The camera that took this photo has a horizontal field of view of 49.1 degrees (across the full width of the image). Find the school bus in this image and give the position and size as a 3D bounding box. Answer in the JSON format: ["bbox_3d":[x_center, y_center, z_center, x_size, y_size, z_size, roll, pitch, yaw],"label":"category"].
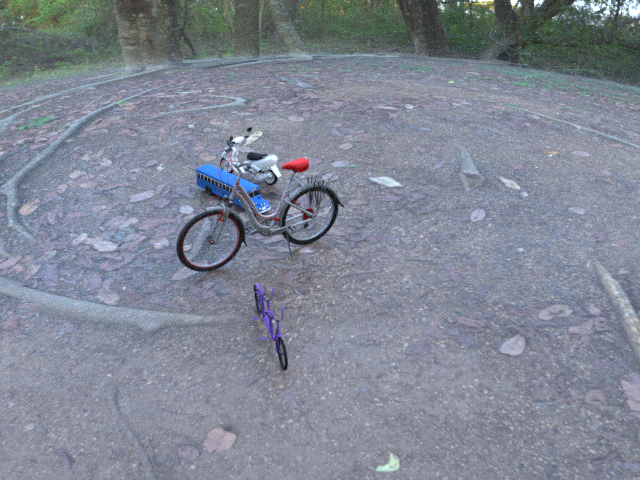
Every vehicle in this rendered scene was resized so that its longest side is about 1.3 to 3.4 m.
[{"bbox_3d":[-1.547,-0.895,12.413,1.708,0.434,0.365,25,38,38],"label":"school bus"}]

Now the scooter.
[{"bbox_3d":[-1.335,-1.560,13.119,1.399,0.919,0.662,17,33,27],"label":"scooter"}]

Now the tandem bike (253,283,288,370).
[{"bbox_3d":[-0.637,0.951,8.799,0.283,0.682,1.642,-9,30,-15],"label":"tandem bike"}]

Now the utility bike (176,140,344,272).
[{"bbox_3d":[-0.771,-0.502,10.241,2.791,1.839,1.039,-16,33,-26],"label":"utility bike"}]
